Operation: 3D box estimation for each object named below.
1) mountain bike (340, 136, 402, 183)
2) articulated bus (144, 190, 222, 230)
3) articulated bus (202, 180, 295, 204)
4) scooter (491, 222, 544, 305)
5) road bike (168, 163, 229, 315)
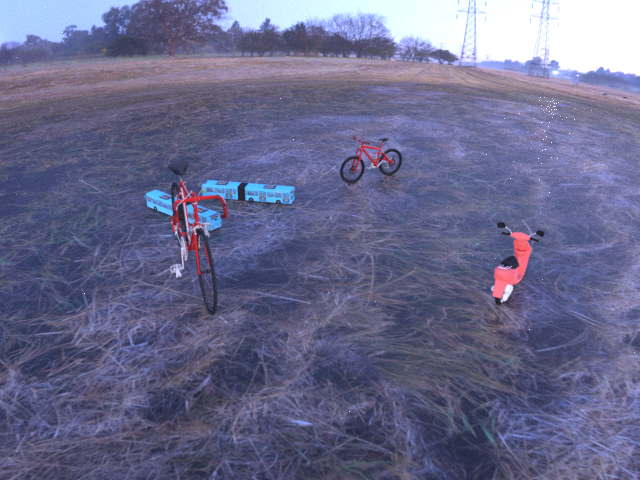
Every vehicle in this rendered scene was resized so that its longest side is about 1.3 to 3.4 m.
[{"bbox_3d":[1.031,-1.619,13.891,1.469,0.868,0.573,-14,29,-27],"label":"mountain bike"},{"bbox_3d":[-2.415,-0.531,12.270,1.749,0.289,0.311,20,32,35],"label":"articulated bus"},{"bbox_3d":[-1.331,-0.894,13.037,1.749,0.289,0.311,5,26,11],"label":"articulated bus"},{"bbox_3d":[2.711,0.289,9.803,0.662,0.919,1.399,14,29,27],"label":"scooter"},{"bbox_3d":[-1.835,-0.174,9.918,0.696,1.656,3.004,-9,27,-19],"label":"road bike"}]
